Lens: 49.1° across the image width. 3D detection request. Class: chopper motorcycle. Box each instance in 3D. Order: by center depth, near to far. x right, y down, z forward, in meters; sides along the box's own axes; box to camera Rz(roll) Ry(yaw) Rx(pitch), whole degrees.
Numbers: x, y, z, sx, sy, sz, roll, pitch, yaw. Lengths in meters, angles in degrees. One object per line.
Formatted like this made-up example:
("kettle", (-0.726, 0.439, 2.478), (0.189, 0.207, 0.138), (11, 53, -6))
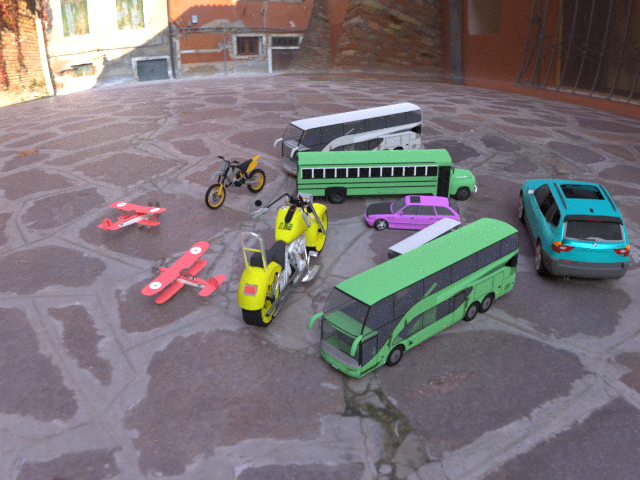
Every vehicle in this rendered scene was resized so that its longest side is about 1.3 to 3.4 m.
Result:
("chopper motorcycle", (-0.422, 0.000, 9.704), (0.906, 1.480, 3.040), (8, 27, 15))

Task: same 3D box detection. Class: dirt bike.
("dirt bike", (-1.518, -1.110, 12.677), (0.527, 0.857, 1.493), (20, 33, 35))

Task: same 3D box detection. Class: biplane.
("biplane", (-1.849, 0.541, 9.708), (1.090, 0.504, 1.336), (14, 29, 26))
("biplane", (-3.127, -0.360, 11.547), (1.336, 0.504, 1.090), (19, 32, 33))

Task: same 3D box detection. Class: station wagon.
("station wagon", (1.557, -0.474, 11.815), (1.597, 0.473, 0.682), (3, 26, 5))

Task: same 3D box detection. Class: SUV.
("SUV", (3.914, -0.393, 10.905), (1.276, 1.128, 3.058), (3, 26, 6))

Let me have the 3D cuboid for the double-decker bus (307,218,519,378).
("double-decker bus", (1.312, 0.670, 8.823), (3.251, 1.052, 0.756), (-22, 33, -37))

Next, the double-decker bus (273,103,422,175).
("double-decker bus", (0.654, -2.077, 14.428), (3.251, 1.052, 0.756), (-15, 30, -27))

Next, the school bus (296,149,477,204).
("school bus", (1.225, -1.195, 12.865), (3.322, 0.844, 0.709), (-2, 26, -3))

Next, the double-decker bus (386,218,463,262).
("double-decker bus", (1.618, 0.128, 10.510), (0.389, 0.541, 1.672), (22, 34, 38))
